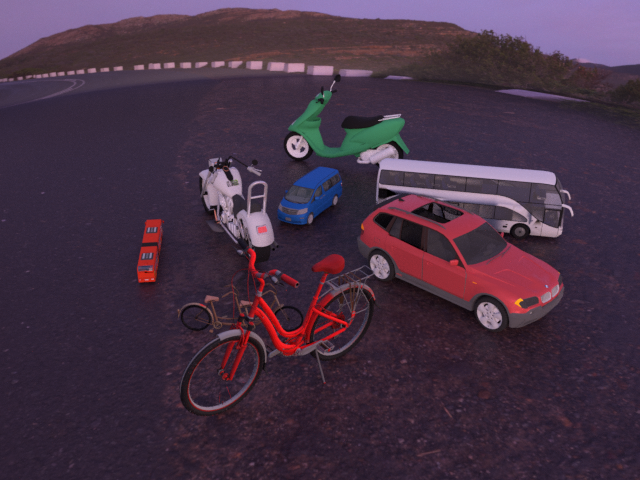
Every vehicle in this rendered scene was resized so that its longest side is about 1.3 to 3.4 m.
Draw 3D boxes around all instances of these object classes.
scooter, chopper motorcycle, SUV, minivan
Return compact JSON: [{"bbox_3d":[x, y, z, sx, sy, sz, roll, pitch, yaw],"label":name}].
[{"bbox_3d":[0.519,-2.393,14.498,2.721,1.786,1.288,8,27,15],"label":"scooter"},{"bbox_3d":[-1.452,-0.722,11.441,0.906,1.480,3.040,-12,28,-22],"label":"chopper motorcycle"},{"bbox_3d":[1.927,0.201,9.960,1.276,1.128,3.058,-24,35,-39],"label":"SUV"},{"bbox_3d":[-0.174,-0.800,12.581,0.681,0.616,1.548,14,29,25],"label":"minivan"}]

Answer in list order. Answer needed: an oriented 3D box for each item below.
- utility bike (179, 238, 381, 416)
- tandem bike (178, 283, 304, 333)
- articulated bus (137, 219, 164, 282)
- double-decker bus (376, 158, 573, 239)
[{"bbox_3d":[-0.285,0.890,7.748,2.791,1.839,1.039,-19,32,-34],"label":"utility bike"},{"bbox_3d":[-1.033,0.895,9.051,1.642,0.682,0.283,1,26,1],"label":"tandem bike"},{"bbox_3d":[-2.663,0.143,11.031,0.311,0.289,1.749,-3,26,-7],"label":"articulated bus"},{"bbox_3d":[2.580,-0.714,11.910,3.251,1.052,0.756,6,27,13],"label":"double-decker bus"}]
